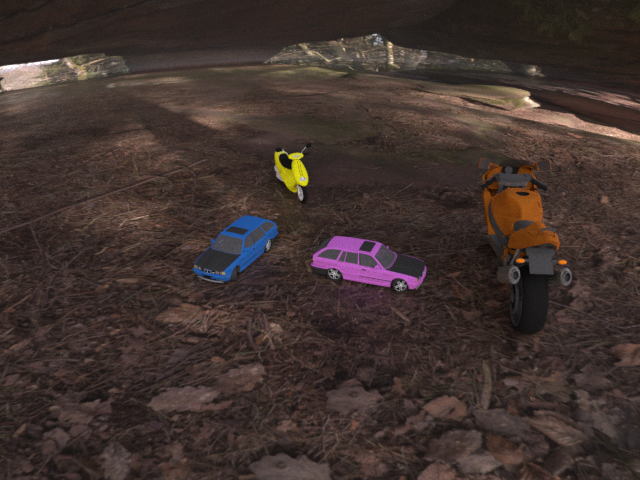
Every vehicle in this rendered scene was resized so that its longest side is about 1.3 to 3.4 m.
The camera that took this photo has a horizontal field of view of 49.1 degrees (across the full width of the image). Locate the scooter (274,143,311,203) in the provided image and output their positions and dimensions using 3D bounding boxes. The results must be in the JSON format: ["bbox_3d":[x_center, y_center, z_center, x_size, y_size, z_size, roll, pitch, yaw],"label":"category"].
[{"bbox_3d":[-0.515,-1.288,12.386,0.662,0.919,1.399,-11,29,-21],"label":"scooter"}]

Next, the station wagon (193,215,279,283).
[{"bbox_3d":[-1.218,0.081,10.226,0.682,0.473,1.597,12,30,22],"label":"station wagon"}]

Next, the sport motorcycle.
[{"bbox_3d":[2.612,-0.049,9.256,0.983,1.596,2.955,2,27,4],"label":"sport motorcycle"}]

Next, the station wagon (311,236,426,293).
[{"bbox_3d":[0.693,0.298,9.808,1.597,0.473,0.682,10,29,18],"label":"station wagon"}]
